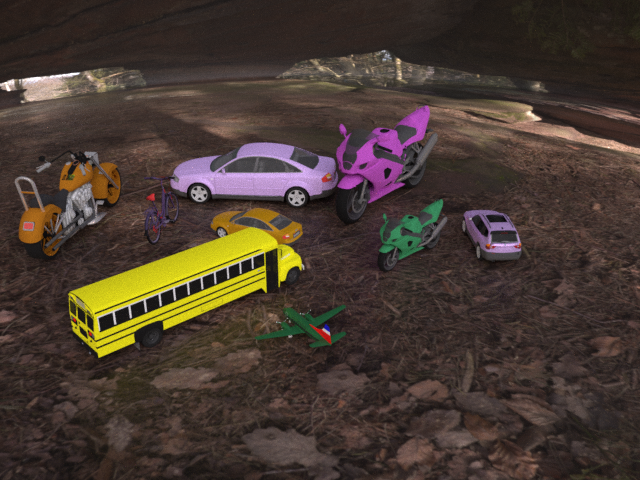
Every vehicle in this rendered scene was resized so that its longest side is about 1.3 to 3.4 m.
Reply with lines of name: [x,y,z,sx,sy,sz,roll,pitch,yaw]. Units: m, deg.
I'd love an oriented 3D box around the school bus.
school bus: [-1.610,0.572,9.306,3.322,0.844,0.709,-22,33,-38]

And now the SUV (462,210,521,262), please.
SUV: [2.728,-0.167,11.142,0.656,0.580,1.572,-1,26,-2]

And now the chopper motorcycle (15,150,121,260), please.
chopper motorcycle: [-4.011,-0.816,11.452,0.906,1.480,3.040,4,26,8]

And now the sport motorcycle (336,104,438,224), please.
sport motorcycle: [1.170,-1.402,12.534,0.983,1.596,2.955,17,31,32]

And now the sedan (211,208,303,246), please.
sedan: [-1.056,-0.251,11.428,1.613,0.483,0.635,13,29,25]

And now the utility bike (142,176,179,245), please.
utility bike: [-2.663,-0.548,11.512,0.535,0.946,1.435,4,26,9]

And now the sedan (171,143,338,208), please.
sedan: [-1.232,-1.283,13.043,3.137,0.940,1.235,2,26,5]

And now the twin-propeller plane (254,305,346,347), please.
twin-propeller plane: [-0.174,1.045,8.830,1.370,0.407,1.095,-17,30,-31]

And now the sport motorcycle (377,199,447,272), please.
sport motorcycle: [1.390,-0.078,10.681,0.506,0.821,1.520,23,34,39]
